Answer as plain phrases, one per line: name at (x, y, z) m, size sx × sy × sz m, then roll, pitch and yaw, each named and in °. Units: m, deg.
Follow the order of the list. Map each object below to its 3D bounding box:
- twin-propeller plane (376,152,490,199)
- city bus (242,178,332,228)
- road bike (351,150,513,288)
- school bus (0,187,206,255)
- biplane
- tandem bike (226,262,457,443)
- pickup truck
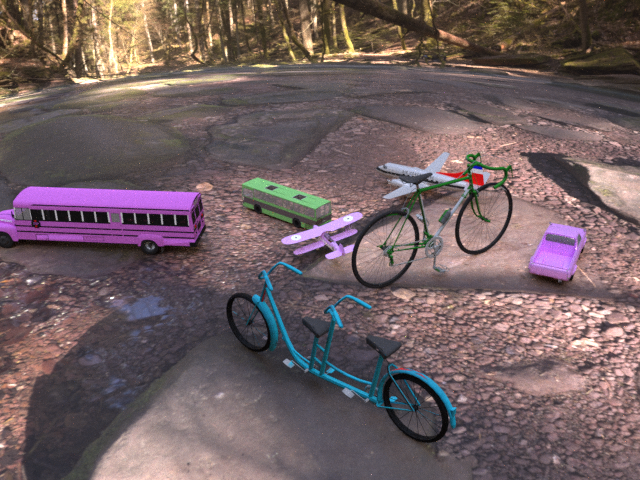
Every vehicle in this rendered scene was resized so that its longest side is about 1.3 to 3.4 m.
twin-propeller plane at (1.963, -1.220, 12.687) m, size 2.129 × 0.792 × 2.663 m, roll 16°, pitch 31°, yaw 28°
city bus at (-0.582, -0.595, 11.820) m, size 1.674 × 0.460 × 0.476 m, roll 20°, pitch 33°, yaw 34°
road bike at (1.687, -0.309, 9.931) m, size 3.004 × 1.656 × 0.696 m, roll -16°, pitch 31°, yaw -29°
school bus at (-3.492, -0.333, 10.879) m, size 3.322 × 0.844 × 0.709 m, roll 2°, pitch 27°, yaw 5°
biplane at (0.109, 0.012, 10.574) m, size 1.336 × 0.504 × 1.090 m, roll -12°, pitch 29°, yaw -23°
tandem bike at (0.077, 1.100, 7.516) m, size 3.192 × 1.326 × 0.550 m, roll 21°, pitch 34°, yaw 35°
pickup truck at (3.532, 0.126, 10.341) m, size 0.640 × 0.511 × 1.603 m, roll 13°, pitch 30°, yaw 24°
